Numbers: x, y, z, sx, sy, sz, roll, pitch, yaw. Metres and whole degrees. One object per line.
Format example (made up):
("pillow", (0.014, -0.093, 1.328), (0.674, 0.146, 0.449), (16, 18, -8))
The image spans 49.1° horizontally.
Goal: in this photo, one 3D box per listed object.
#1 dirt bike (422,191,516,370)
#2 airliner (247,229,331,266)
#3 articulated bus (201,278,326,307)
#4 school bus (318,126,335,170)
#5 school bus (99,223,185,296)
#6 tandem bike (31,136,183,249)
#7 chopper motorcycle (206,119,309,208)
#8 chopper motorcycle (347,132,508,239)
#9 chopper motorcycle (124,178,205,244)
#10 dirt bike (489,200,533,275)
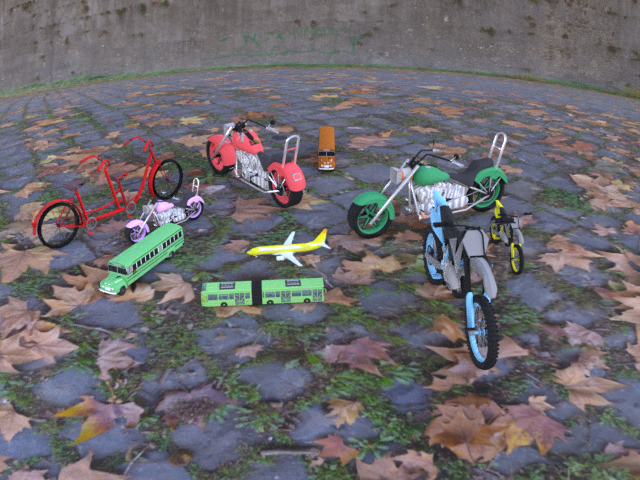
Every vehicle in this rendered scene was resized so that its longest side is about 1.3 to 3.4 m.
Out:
("dirt bike", (1.842, 0.340, 9.226), (1.024, 1.666, 2.903), (-4, 28, -7))
("airliner", (-0.511, 0.054, 11.103), (1.307, 0.429, 1.161), (-4, 28, -7))
("articulated bus", (-0.796, 0.743, 9.939), (1.749, 0.289, 0.311), (-2, 28, -4))
("school bus", (0.142, -1.950, 14.923), (0.365, 0.434, 1.708), (0, 28, 1))
("school bus", (-2.704, 0.278, 10.671), (0.365, 0.434, 1.708), (12, 30, 22))
("tandem bike", (-3.542, -0.905, 11.967), (0.550, 1.326, 3.192), (19, 33, 31))
("chopper motorcycle", (-1.291, -1.619, 13.164), (0.906, 1.480, 3.040), (-20, 34, -33))
("chopper motorcycle", (1.886, -0.942, 11.873), (3.040, 1.480, 0.906), (-11, 30, -21))
("chopper motorcycle", (-2.610, -0.494, 11.792), (0.466, 0.761, 1.563), (24, 36, 38))
("dirt bike", (2.941, -0.106, 10.948), (0.527, 0.857, 1.493), (-2, 28, -4))
